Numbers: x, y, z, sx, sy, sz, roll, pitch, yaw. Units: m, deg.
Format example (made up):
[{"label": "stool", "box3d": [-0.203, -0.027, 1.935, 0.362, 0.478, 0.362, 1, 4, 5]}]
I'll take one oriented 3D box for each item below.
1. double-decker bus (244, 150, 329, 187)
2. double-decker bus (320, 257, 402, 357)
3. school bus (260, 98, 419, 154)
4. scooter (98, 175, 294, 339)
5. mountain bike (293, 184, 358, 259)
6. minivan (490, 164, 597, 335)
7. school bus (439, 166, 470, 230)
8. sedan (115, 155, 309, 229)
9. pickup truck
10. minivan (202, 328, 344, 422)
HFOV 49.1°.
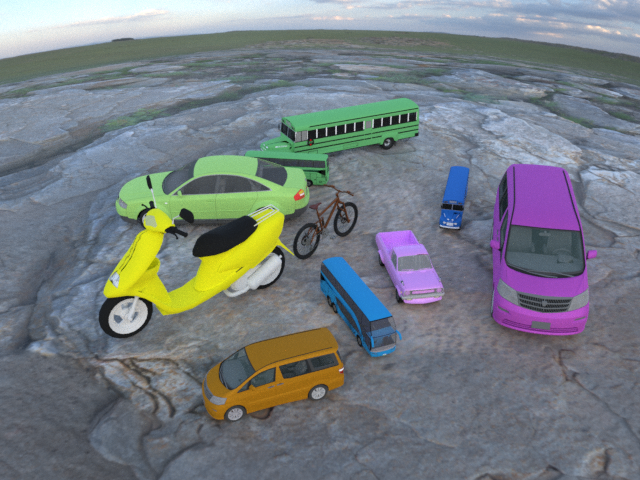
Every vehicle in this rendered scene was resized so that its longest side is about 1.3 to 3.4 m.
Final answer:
[{"label": "double-decker bus", "box3d": [-0.670, -1.295, 12.620, 1.672, 0.541, 0.389, 4, 30, 7]}, {"label": "double-decker bus", "box3d": [0.465, 0.831, 8.838, 0.389, 0.541, 1.672, -11, 31, -19]}, {"label": "school bus", "box3d": [0.388, -2.130, 13.795, 3.322, 0.844, 0.709, -14, 32, -23]}, {"label": "scooter", "box3d": [-1.533, 0.130, 8.814, 2.721, 1.786, 1.288, -19, 34, -29]}, {"label": "mountain bike", "box3d": [0.107, -0.285, 10.489, 0.573, 0.868, 1.469, 23, 37, 35]}, {"label": "minivan", "box3d": [2.975, 0.039, 9.578, 1.324, 1.197, 3.011, 6, 30, 10]}, {"label": "school bus", "box3d": [2.254, -0.712, 11.692, 0.365, 0.434, 1.708, 7, 30, 13]}, {"label": "sedan", "box3d": [-1.741, -0.827, 11.381, 3.137, 0.940, 1.235, -1, 29, -2]}, {"label": "pickup truck", "box3d": [1.231, 0.306, 9.803, 0.640, 0.511, 1.603, -5, 30, -8]}, {"label": "minivan", "box3d": [-0.523, 1.446, 7.668, 1.548, 0.616, 0.681, -10, 31, -18]}]
